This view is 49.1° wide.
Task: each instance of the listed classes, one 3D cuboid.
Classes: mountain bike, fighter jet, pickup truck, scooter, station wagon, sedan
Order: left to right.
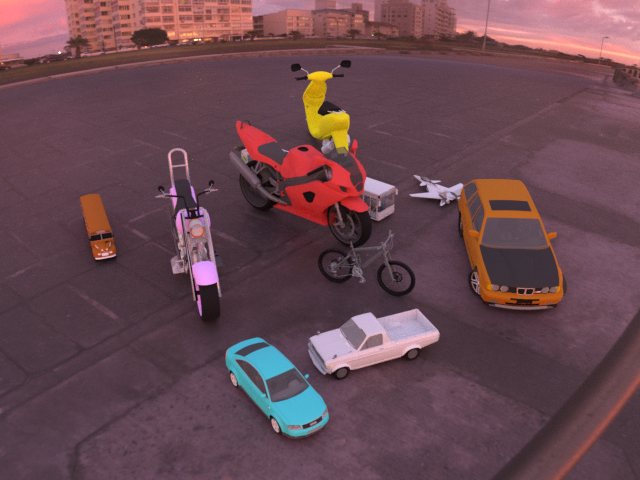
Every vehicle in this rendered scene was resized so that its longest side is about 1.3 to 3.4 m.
[{"bbox_3d":[-0.512,1.613,7.962,0.635,0.483,1.613,-18,34,-30],"label":"sedan"},{"bbox_3d":[0.104,-2.726,14.524,1.288,1.786,2.721,-7,30,-13],"label":"scooter"},{"bbox_3d":[0.649,0.321,9.919,1.469,0.868,0.573,11,31,20],"label":"mountain bike"},{"bbox_3d":[0.667,1.211,8.666,1.603,0.511,0.640,-11,31,-20],"label":"pickup truck"},{"bbox_3d":[2.116,-1.039,13.006,1.147,0.286,1.358,-13,31,-23],"label":"fighter jet"},{"bbox_3d":[2.831,-0.089,10.612,1.327,0.920,3.105,2,29,3],"label":"station wagon"}]

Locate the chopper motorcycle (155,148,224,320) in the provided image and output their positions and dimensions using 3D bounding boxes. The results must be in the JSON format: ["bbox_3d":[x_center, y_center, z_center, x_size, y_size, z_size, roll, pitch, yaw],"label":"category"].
[{"bbox_3d":[-1.856,-0.160,10.160,0.906,1.480,3.040,-8,30,-15],"label":"chopper motorcycle"}]

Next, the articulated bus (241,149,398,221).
[{"bbox_3d":[-0.106,-1.127,12.881,3.401,0.561,0.605,22,36,35],"label":"articulated bus"}]

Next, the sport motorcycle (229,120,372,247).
[{"bbox_3d":[-0.319,-0.956,11.491,2.955,1.596,0.983,23,36,36],"label":"sport motorcycle"}]

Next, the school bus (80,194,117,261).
[{"bbox_3d":[-3.606,-0.220,11.357,0.365,0.434,1.708,-11,31,-20],"label":"school bus"}]
